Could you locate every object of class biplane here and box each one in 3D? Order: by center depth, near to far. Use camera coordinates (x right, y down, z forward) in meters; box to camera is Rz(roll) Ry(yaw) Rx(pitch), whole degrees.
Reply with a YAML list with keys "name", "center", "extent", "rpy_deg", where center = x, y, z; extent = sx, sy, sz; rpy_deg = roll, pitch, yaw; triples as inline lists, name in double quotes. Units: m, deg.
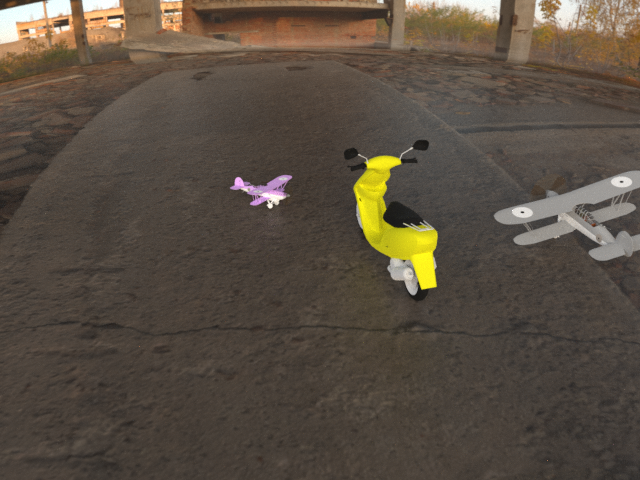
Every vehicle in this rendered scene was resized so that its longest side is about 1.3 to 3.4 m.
- name: "biplane"
  center: [3.967, -0.269, 10.574]
  extent: [2.598, 0.981, 2.120]
  rpy_deg: [-9, 31, -15]
- name: "biplane"
  center: [-0.991, -0.855, 12.086]
  extent: [1.090, 0.504, 1.336]
  rpy_deg: [13, 32, 22]

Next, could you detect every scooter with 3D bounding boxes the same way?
- name: "scooter"
  center: [1.033, -0.423, 10.029]
  extent: [1.288, 1.786, 2.721]
  rpy_deg: [-9, 31, -15]
